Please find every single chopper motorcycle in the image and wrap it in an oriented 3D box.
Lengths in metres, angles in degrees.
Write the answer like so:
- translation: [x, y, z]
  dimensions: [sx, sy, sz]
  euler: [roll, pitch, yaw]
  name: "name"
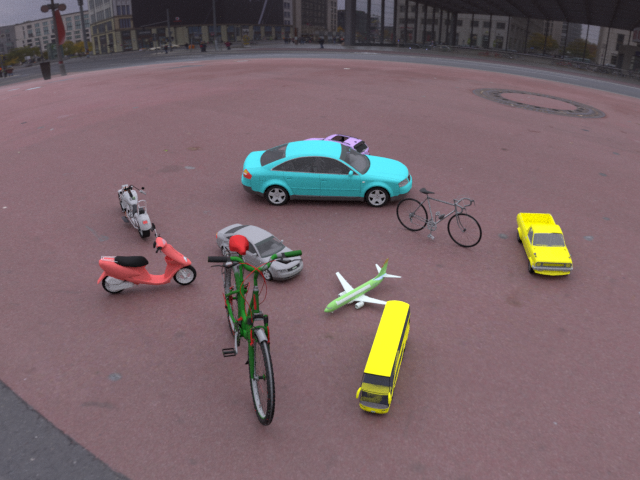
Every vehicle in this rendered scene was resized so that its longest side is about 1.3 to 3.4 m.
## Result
- translation: [-3.165, -0.600, 11.823]
  dimensions: [0.466, 0.761, 1.563]
  euler: [-15, 33, -25]
  name: "chopper motorcycle"

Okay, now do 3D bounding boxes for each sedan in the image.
- translation: [-0.944, 0.128, 10.807]
  dimensions: [1.613, 0.483, 0.635]
  euler: [25, 38, 37]
  name: "sedan"
- translation: [0.127, -1.284, 12.858]
  dimensions: [3.137, 0.940, 1.235]
  euler: [1, 29, 2]
  name: "sedan"

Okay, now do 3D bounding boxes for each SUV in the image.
- translation: [0.250, -1.840, 14.218]
  dimensions: [1.572, 0.580, 0.656]
  euler: [16, 33, 27]
  name: "SUV"

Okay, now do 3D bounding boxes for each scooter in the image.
- translation: [-2.498, 0.316, 10.028]
  dimensions: [1.399, 0.919, 0.662]
  euler: [-7, 30, -11]
  name: "scooter"

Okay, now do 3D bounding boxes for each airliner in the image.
- translation: [0.539, 0.659, 9.917]
  dimensions: [1.307, 0.429, 1.161]
  euler: [-24, 37, -36]
  name: "airliner"

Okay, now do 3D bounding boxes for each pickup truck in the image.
- translation: [3.516, -0.007, 11.020]
  dimensions: [0.640, 0.511, 1.603]
  euler: [2, 29, 4]
  name: "pickup truck"

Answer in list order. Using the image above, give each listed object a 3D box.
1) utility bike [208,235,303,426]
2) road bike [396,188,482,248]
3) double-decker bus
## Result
- translation: [-0.797, 0.754, 8.306]
  dimensions: [1.039, 1.839, 2.791]
  euler: [-8, 30, -14]
  name: "utility bike"
- translation: [1.921, -0.397, 11.368]
  dimensions: [1.545, 0.852, 0.358]
  euler: [19, 34, 30]
  name: "road bike"
- translation: [0.804, 1.400, 8.481]
  dimensions: [0.389, 0.541, 1.672]
  euler: [7, 30, 13]
  name: "double-decker bus"
